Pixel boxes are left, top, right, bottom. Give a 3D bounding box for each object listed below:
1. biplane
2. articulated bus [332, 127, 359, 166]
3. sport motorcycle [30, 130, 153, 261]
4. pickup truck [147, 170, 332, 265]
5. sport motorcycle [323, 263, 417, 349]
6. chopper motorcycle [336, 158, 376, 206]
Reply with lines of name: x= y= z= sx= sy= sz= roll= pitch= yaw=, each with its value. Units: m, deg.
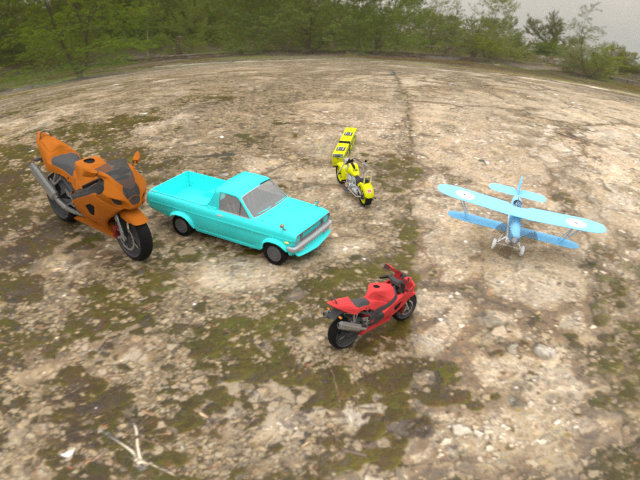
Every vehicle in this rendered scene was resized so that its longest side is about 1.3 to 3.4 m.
biplane: x=3.204 y=-0.400 z=11.307 sx=2.598 sy=0.981 sz=2.120 roll=8 pitch=29 yaw=14
articulated bus: x=0.538 y=-2.011 z=15.021 sx=0.311 sy=0.289 sz=1.749 roll=6 pitch=29 yaw=10
sport motorcycle: x=-3.668 y=-0.747 z=11.301 sx=2.955 sy=1.596 sz=0.983 roll=24 pitch=36 yaw=37
pickup truck: x=-1.367 y=-0.553 z=11.577 sx=3.117 sy=0.993 sz=1.244 roll=16 pitch=32 yaw=27
sport motorcycle: x=0.701 y=0.872 z=9.117 sx=1.520 sy=0.821 sz=0.506 roll=-19 pitch=34 yaw=-32
chopper motorcycle: x=0.628 y=-1.198 z=13.017 sx=0.466 sy=0.761 sz=1.563 roll=-10 pitch=30 yaw=-17
